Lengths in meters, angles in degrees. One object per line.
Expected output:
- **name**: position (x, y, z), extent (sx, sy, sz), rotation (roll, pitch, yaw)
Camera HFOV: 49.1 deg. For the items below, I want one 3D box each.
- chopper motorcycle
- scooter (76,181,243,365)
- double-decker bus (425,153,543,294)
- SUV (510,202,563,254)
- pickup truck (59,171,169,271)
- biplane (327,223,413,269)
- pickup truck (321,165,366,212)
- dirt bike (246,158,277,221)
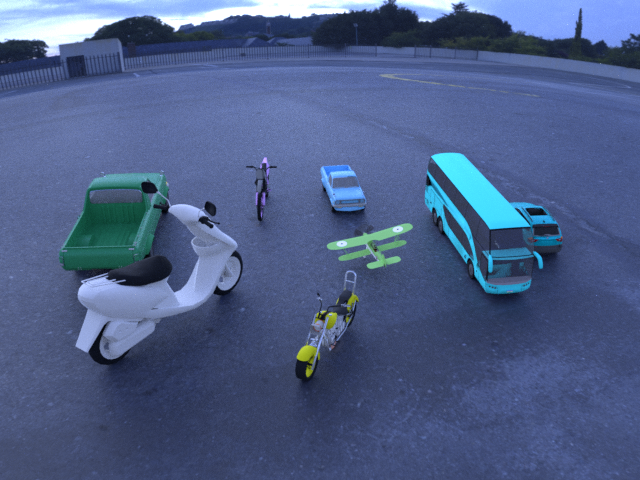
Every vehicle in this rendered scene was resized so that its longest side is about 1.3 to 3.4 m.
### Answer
- **chopper motorcycle**: position (0.100, 1.019, 8.495), extent (0.466, 0.761, 1.563), rotation (12, 29, 22)
- **scooter**: position (-1.921, 0.324, 8.727), extent (1.288, 1.786, 2.721), rotation (18, 32, 32)
- **double-decker bus**: position (2.384, -0.320, 10.791), extent (0.756, 1.052, 3.251), rotation (-4, 27, -7)
- **SUV**: position (3.369, -0.284, 11.237), extent (0.656, 0.580, 1.572), rotation (-2, 27, -4)
- **pickup truck**: position (-3.163, -0.424, 11.058), extent (1.244, 0.993, 3.117), rotation (-2, 27, -3)
- **biplane**: position (0.795, 0.146, 10.480), extent (1.336, 0.504, 1.090), rotation (-7, 28, -13)
- **pickup truck**: position (0.405, -1.007, 12.726), extent (0.640, 0.511, 1.603), rotation (-4, 27, -8)
- **dirt bike**: position (-0.994, -0.956, 12.246), extent (0.527, 0.857, 1.493), rotation (1, 27, 1)
